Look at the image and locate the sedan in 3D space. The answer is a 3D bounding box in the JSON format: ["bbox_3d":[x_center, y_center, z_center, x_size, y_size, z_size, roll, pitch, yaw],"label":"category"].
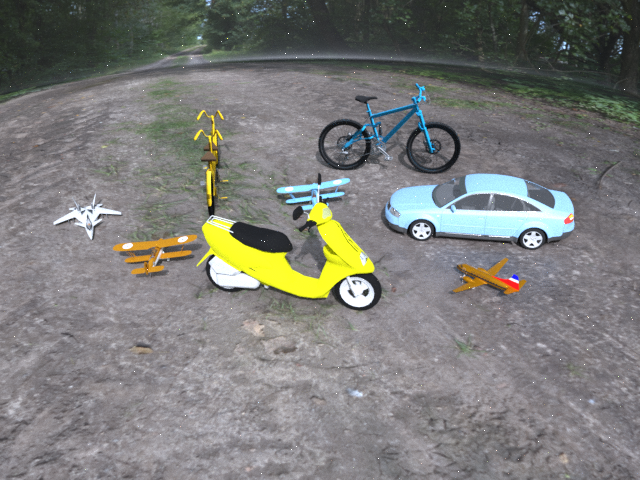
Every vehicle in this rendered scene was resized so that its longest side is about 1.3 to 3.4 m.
[{"bbox_3d":[2.683,-0.583,11.861,3.137,0.940,1.235,4,29,8],"label":"sedan"}]

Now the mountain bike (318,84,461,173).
[{"bbox_3d":[1.382,-2.137,13.914,2.857,1.688,1.114,3,29,5],"label":"mountain bike"}]

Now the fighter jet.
[{"bbox_3d":[-4.049,-0.396,12.199,1.147,0.286,1.358,-10,30,-18],"label":"fighter jet"}]

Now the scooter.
[{"bbox_3d":[-0.460,0.083,9.769,2.721,1.786,1.288,7,30,13],"label":"scooter"}]

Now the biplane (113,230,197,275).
[{"bbox_3d":[-2.571,0.246,10.805,1.336,0.504,1.090,1,29,2],"label":"biplane"}]

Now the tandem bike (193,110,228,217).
[{"bbox_3d":[-2.053,-1.576,13.268,0.550,1.326,3.192,-3,29,-5],"label":"tandem bike"}]

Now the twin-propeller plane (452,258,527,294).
[{"bbox_3d":[2.486,0.521,10.404,1.370,0.407,1.095,-25,37,-37],"label":"twin-propeller plane"}]

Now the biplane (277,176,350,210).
[{"bbox_3d":[-0.123,-0.789,12.689,1.336,0.504,1.090,0,29,0],"label":"biplane"}]
